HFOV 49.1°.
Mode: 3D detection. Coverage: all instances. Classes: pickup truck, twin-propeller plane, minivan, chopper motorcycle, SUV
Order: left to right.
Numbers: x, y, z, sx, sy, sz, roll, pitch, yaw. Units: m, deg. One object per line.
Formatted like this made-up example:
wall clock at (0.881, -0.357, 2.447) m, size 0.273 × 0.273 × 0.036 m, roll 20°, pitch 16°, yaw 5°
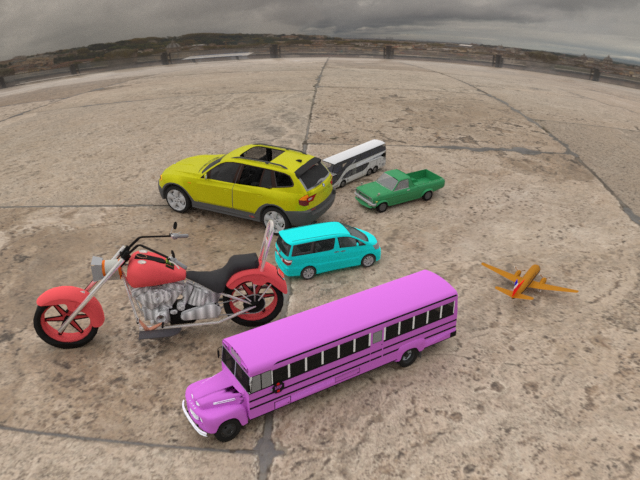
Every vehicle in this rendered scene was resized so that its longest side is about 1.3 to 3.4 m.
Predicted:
chopper motorcycle at (-1.913, 0.530, 8.441) m, size 3.040 × 1.480 × 0.906 m, roll -4°, pitch 29°, yaw -8°
SUV at (-1.252, -0.999, 11.664) m, size 3.058 × 1.128 × 1.276 m, roll 13°, pitch 31°, yaw 23°
minivan at (0.135, 0.093, 10.170) m, size 1.548 × 0.616 × 0.681 m, roll -11°, pitch 30°, yaw -19°
pickup truck at (1.400, -0.940, 12.210) m, size 1.603 × 0.511 × 0.640 m, roll -15°, pitch 32°, yaw -26°
twin-propeller plane at (2.824, 0.524, 9.588) m, size 1.370 × 0.407 × 1.095 m, roll 18°, pitch 33°, yaw 29°

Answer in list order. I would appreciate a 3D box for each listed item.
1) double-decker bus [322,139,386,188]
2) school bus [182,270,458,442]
double-decker bus at (0.598, -1.400, 13.035) m, size 0.389 × 0.541 × 1.672 m, roll 24°, pitch 36°, yaw 37°
school bus at (0.070, 1.216, 7.834) m, size 3.322 × 0.844 × 0.709 m, roll -16°, pitch 32°, yaw -28°
